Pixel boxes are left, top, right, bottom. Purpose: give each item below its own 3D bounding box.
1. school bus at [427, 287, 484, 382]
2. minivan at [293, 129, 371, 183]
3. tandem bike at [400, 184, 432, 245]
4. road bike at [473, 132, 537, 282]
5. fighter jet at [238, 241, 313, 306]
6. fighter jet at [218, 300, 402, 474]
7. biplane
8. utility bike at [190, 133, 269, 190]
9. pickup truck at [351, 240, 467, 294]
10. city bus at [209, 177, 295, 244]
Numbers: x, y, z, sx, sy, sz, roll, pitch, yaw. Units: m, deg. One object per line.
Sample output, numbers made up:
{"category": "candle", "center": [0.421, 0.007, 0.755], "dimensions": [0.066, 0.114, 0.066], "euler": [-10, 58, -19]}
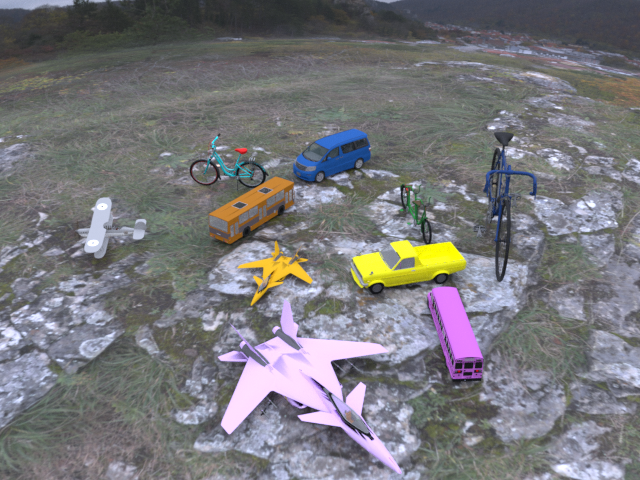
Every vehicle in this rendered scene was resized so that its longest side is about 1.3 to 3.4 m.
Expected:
{"category": "school bus", "center": [1.654, 1.085, 8.750], "dimensions": [0.365, 0.434, 1.708], "euler": [-1, 31, -2]}
{"category": "minivan", "center": [0.220, -1.583, 13.044], "dimensions": [1.548, 0.616, 0.681], "euler": [-22, 37, -32]}
{"category": "tandem bike", "center": [1.539, -0.552, 11.251], "dimensions": [0.283, 0.682, 1.642], "euler": [-5, 31, -9]}
{"category": "road bike", "center": [2.705, -0.668, 10.495], "dimensions": [0.696, 1.656, 3.004], "euler": [4, 31, 7]}
{"category": "fighter jet", "center": [-0.688, 0.480, 9.908], "dimensions": [1.147, 0.286, 1.358], "euler": [11, 33, 18]}
{"category": "fighter jet", "center": [0.010, 1.619, 7.736], "dimensions": [2.229, 0.557, 2.640], "euler": [-21, 37, -31]}
{"category": "biplane", "center": [-3.204, -0.127, 10.712], "dimensions": [1.090, 0.504, 1.336], "euler": [-3, 31, -4]}
{"category": "utility bike", "center": [-1.621, -1.325, 12.288], "dimensions": [1.435, 0.946, 0.535], "euler": [3, 31, 5]}
{"category": "pickup truck", "center": [1.257, 0.315, 9.965], "dimensions": [1.603, 0.511, 0.640], "euler": [-8, 32, -13]}
{"category": "city bus", "center": [-1.074, -0.484, 11.354], "dimensions": [0.476, 0.460, 1.674], "euler": [20, 36, 30]}
